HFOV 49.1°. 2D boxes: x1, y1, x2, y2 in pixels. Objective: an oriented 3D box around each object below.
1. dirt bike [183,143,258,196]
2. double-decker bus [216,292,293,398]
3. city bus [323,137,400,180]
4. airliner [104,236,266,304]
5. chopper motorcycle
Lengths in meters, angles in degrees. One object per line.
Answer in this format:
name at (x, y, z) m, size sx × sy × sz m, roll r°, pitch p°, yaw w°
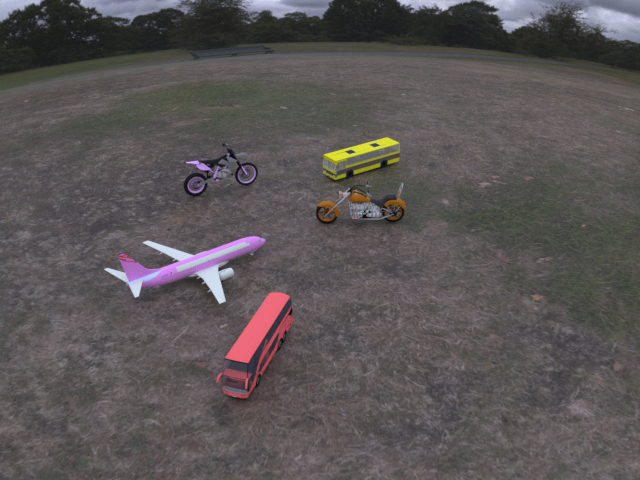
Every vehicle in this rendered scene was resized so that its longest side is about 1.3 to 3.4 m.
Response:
dirt bike at (-1.880, -1.331, 13.260) m, size 1.493 × 0.857 × 0.527 m, roll -14°, pitch 32°, yaw -24°
double-decker bus at (-0.778, 1.318, 8.865) m, size 0.389 × 0.541 × 1.672 m, roll 9°, pitch 31°, yaw 15°
city bus at (0.854, -1.644, 14.224) m, size 1.674 × 0.460 × 0.476 m, roll -19°, pitch 35°, yaw -30°
airliner at (-1.860, 0.196, 10.564) m, size 2.541 × 0.835 × 2.257 m, roll -22°, pitch 36°, yaw -34°
chopper motorcycle at (0.712, -0.642, 12.131) m, size 1.563 × 0.761 × 0.466 m, roll 0°, pitch 29°, yaw 1°
